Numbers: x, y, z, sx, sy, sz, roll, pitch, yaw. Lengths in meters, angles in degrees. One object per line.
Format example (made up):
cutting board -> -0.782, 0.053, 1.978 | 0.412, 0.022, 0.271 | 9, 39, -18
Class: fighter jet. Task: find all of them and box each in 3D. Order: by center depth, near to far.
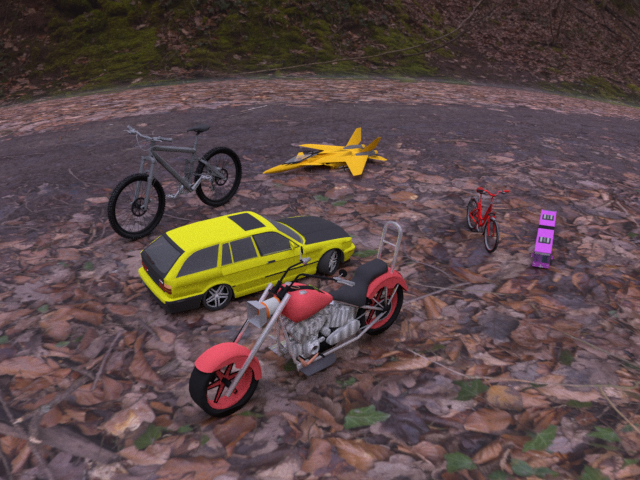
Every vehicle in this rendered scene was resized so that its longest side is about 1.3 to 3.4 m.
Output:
fighter jet -> -0.005, -1.768, 14.436 | 2.640, 0.557, 2.229 | -14, 29, -27

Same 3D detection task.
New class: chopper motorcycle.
chopper motorcycle -> -0.138, 0.831, 7.924 | 3.040, 1.480, 0.906 | -20, 32, -36

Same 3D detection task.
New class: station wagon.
station wagon -> -0.975, 0.127, 10.047 | 3.105, 0.920, 1.327 | -15, 30, -29

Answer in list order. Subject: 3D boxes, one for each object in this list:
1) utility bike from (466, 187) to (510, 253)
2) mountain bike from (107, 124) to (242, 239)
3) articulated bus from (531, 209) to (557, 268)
utility bike -> 2.660, -0.445, 11.216 | 0.535, 0.946, 1.435 | -3, 26, -7
mountain bike -> -2.373, -1.104, 11.735 | 1.114, 1.688, 2.857 | 20, 32, 35
articulated bus -> 3.579, -0.044, 11.138 | 0.311, 0.289, 1.749 | 9, 27, 18
